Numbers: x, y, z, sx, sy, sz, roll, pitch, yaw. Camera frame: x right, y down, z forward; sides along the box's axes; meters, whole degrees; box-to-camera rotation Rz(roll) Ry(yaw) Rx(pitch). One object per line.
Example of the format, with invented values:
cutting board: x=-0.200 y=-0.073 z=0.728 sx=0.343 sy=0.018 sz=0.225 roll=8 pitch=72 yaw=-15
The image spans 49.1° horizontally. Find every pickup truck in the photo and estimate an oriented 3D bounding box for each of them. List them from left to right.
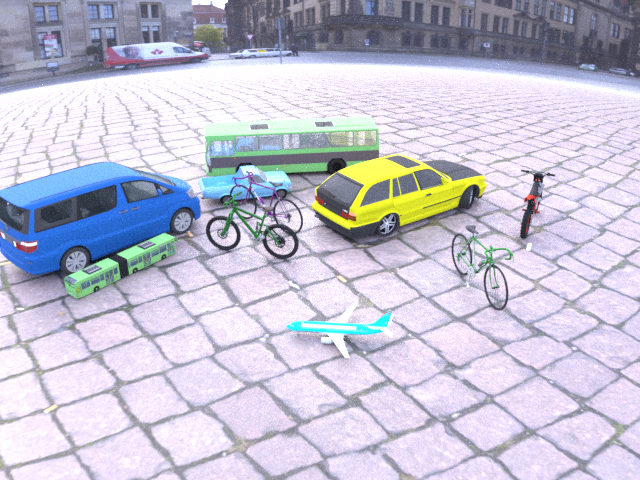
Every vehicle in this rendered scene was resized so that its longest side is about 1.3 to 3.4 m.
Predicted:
pickup truck: x=-1.311 y=-0.998 z=12.283 sx=1.603 sy=0.511 sz=0.640 roll=-7 pitch=28 yaw=-14

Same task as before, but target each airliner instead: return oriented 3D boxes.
airliner: x=0.235 y=0.987 z=8.446 sx=1.307 sy=0.429 sz=1.161 roll=3 pitch=27 yaw=6

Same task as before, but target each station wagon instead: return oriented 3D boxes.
station wagon: x=1.406 y=-0.897 z=11.627 sx=3.105 sy=0.920 sz=1.327 roll=-18 pitch=32 yaw=-31

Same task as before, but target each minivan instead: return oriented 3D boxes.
minivan: x=-3.229 y=-0.488 z=10.514 sx=1.324 sy=1.197 sz=3.011 roll=23 pitch=35 yaw=38

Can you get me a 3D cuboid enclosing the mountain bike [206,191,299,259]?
mountain bike: x=-1.011 y=-0.179 z=10.266 sx=1.469 sy=0.868 sz=0.573 roll=8 pitch=28 yaw=16

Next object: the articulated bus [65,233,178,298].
articulated bus: x=-2.763 y=0.339 z=9.883 sx=0.311 sy=0.289 sz=1.749 roll=20 pitch=33 yaw=34

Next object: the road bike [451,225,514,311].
road bike: x=2.122 y=0.293 z=9.349 sx=0.358 sy=0.852 sz=1.545 roll=-8 pitch=28 yaw=-15

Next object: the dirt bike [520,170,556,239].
dirt bike: x=3.400 y=-0.637 z=11.184 sx=0.527 sy=0.857 sz=1.493 roll=12 pitch=29 yaw=22

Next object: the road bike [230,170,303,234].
road bike: x=-0.879 y=-0.607 z=11.131 sx=1.545 sy=0.852 sz=0.358 roll=19 pitch=32 yaw=33

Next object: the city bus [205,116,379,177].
city bus: x=-0.544 y=-1.752 z=13.350 sx=3.255 sy=0.894 sz=0.926 roll=-4 pitch=27 yaw=-7
